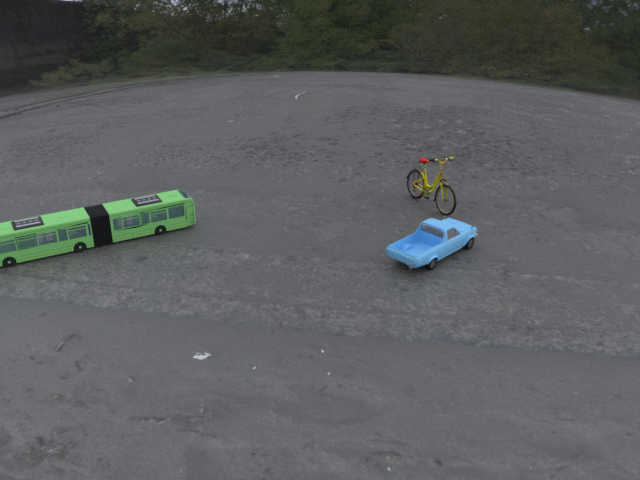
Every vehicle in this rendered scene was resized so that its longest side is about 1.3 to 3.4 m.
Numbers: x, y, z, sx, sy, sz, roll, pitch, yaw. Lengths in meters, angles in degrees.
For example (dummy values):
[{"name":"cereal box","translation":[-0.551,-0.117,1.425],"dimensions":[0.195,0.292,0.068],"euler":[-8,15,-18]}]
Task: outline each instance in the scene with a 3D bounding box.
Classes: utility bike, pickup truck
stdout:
[{"name":"utility bike","translation":[1.967,-1.048,12.177],"dimensions":[0.535,0.946,1.435],"euler":[-14,29,-26]},{"name":"pickup truck","translation":[1.706,-0.003,10.550],"dimensions":[1.603,0.511,0.640],"euler":[-24,35,-39]}]

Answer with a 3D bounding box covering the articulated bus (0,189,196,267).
[{"name":"articulated bus","translation":[-3.641,-0.191,10.875],"dimensions":[3.401,0.561,0.605],"euler":[-14,29,-25]}]
